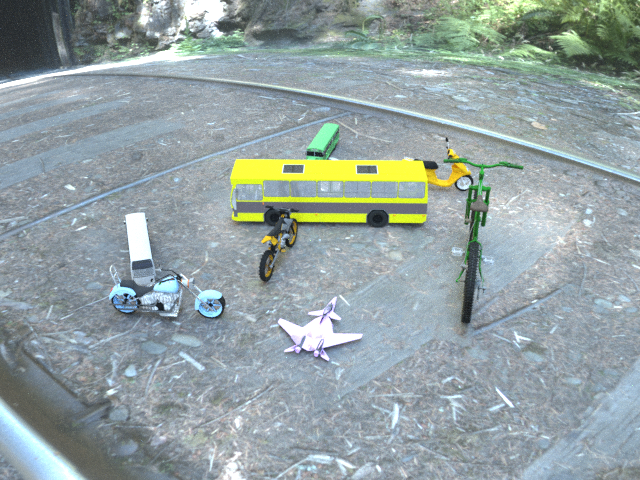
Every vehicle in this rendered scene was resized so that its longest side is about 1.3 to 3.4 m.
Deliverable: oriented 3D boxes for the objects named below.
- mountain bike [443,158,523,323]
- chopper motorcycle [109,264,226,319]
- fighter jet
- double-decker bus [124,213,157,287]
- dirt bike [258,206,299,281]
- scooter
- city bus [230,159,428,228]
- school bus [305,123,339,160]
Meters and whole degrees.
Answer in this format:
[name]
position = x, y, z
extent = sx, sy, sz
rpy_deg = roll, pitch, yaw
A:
[mountain bike]
position = 2.200, -0.125, 9.912
extent = 1.114, 1.688, 2.857
rpy_deg = 6, 31, 11
[chopper motorcycle]
position = -2.067, 0.698, 9.411
extent = 1.563, 0.761, 0.466
rpy_deg = 1, 30, 2
[fighter jet]
position = 0.028, 1.050, 9.276
extent = 1.147, 0.286, 1.358
rpy_deg = 9, 31, 15
[double-decker bus]
position = -2.740, 0.114, 10.645
extent = 0.389, 0.541, 1.672
rpy_deg = -8, 31, -14
[dirt bike]
position = -0.622, -0.037, 10.592
extent = 0.527, 0.857, 1.493
rpy_deg = 9, 31, 16
[scooter]
position = 2.126, -1.336, 12.786
extent = 1.399, 0.919, 0.662
rpy_deg = 3, 30, 5
[city bus]
position = 0.153, -0.794, 11.868
extent = 3.255, 0.894, 0.926
rpy_deg = 1, 30, 1
[school bus]
position = 0.037, -1.872, 14.202
extent = 0.365, 0.434, 1.708
rpy_deg = 7, 31, 13
